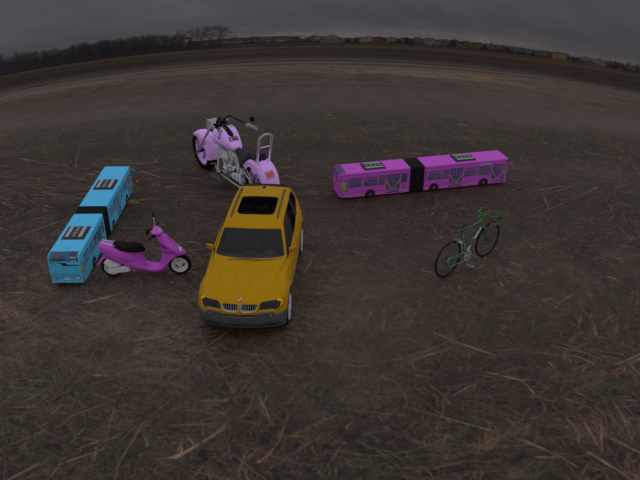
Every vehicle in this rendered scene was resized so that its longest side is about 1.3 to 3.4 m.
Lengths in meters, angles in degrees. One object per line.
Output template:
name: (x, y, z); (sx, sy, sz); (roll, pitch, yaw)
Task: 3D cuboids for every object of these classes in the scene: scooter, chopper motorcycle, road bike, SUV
scooter: (-2.657, 0.127, 10.474); (1.399, 0.919, 0.662); (-2, 29, -4)
chopper motorcycle: (-1.676, -1.706, 13.229); (0.906, 1.480, 3.040); (-18, 34, -30)
road bike: (2.284, 0.030, 10.721); (1.545, 0.852, 0.358); (-22, 36, -35)
SUV: (-0.940, 0.126, 10.259); (1.276, 1.128, 3.058); (2, 29, 3)

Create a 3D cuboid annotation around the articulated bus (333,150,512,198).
articulated bus: (1.954, -1.261, 13.374); (3.401, 0.561, 0.605); (-6, 29, -11)

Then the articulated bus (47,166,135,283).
articulated bus: (-3.754, -0.362, 11.737); (0.605, 0.561, 3.401); (0, 29, -1)
